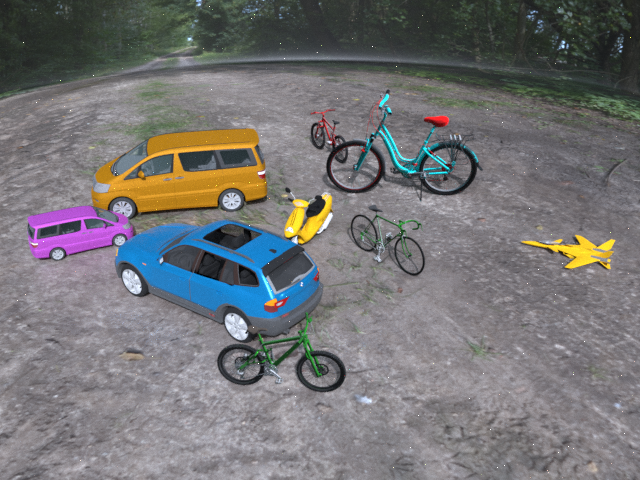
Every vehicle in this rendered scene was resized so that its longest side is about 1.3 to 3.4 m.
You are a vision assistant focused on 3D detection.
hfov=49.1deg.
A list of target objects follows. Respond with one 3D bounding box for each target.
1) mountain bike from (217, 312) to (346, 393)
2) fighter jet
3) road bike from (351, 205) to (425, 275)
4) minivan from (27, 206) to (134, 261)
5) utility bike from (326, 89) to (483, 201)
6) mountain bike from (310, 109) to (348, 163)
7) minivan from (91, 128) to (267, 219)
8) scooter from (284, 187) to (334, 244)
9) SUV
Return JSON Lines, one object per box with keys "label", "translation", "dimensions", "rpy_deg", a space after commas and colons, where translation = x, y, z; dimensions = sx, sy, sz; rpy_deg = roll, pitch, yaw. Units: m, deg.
{"label": "mountain bike", "translation": [-0.439, 1.305, 7.790], "dimensions": [1.469, 0.868, 0.573], "rpy_deg": [4, 28, 7]}
{"label": "fighter jet", "translation": [3.782, 0.084, 10.728], "dimensions": [1.358, 0.286, 1.147], "rpy_deg": [12, 30, 22]}
{"label": "road bike", "translation": [0.984, -0.051, 10.379], "dimensions": [0.358, 0.852, 1.545], "rpy_deg": [-22, 35, -35]}
{"label": "minivan", "translation": [-3.706, -0.171, 10.860], "dimensions": [1.548, 0.616, 0.681], "rpy_deg": [-14, 31, -25]}
{"label": "utility bike", "translation": [1.498, -1.578, 12.217], "dimensions": [2.791, 1.839, 1.039], "rpy_deg": [1, 28, 3]}
{"label": "mountain bike", "translation": [0.183, -2.149, 14.339], "dimensions": [0.573, 0.868, 1.469], "rpy_deg": [-15, 31, -26]}
{"label": "minivan", "translation": [-2.449, -1.192, 12.171], "dimensions": [3.011, 1.197, 1.324], "rpy_deg": [-5, 28, -10]}
{"label": "scooter", "translation": [-0.173, -0.395, 10.959], "dimensions": [0.662, 0.919, 1.399], "rpy_deg": [15, 31, 27]}
{"label": "SUV", "translation": [-1.420, 0.323, 9.372], "dimensions": [3.058, 1.128, 1.276], "rpy_deg": [18, 33, 30]}
